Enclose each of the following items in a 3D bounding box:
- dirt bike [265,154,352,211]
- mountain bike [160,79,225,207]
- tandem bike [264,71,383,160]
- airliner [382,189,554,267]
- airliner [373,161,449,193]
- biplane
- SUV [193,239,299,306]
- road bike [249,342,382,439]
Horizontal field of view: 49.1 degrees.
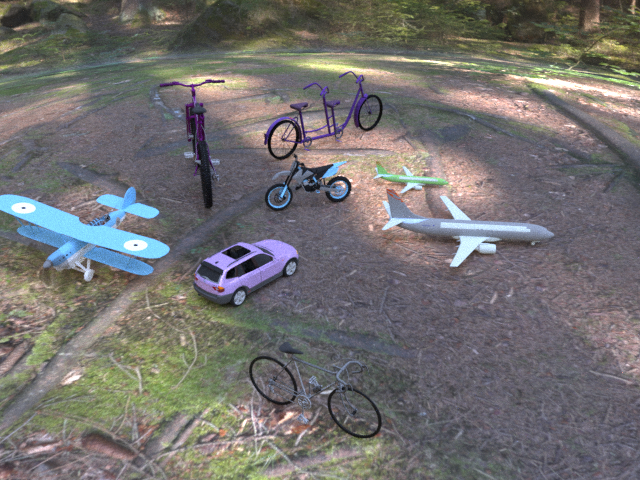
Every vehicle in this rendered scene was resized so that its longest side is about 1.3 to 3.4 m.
[{"bbox_3d":[-0.179,-0.936,11.390,1.493,0.857,0.527,-9,30,-17],"label":"dirt bike"},{"bbox_3d":[-2.075,-1.750,12.020,1.114,1.688,2.857,-7,29,-12],"label":"mountain bike"},{"bbox_3d":[0.146,-2.507,13.799,3.192,1.326,0.550,-24,36,-36],"label":"tandem bike"},{"bbox_3d":[2.183,-0.331,10.296,2.541,0.835,2.257,2,29,4],"label":"airliner"},{"bbox_3d":[1.595,-1.141,12.217,1.307,0.429,1.161,4,29,7],"label":"airliner"},{"bbox_3d":[-3.097,-0.094,9.707,2.598,0.981,2.120,9,30,17],"label":"biplane"},{"bbox_3d":[-0.961,0.331,9.341,0.656,0.580,1.572,22,36,35],"label":"SUV"},{"bbox_3d":[-0.078,1.460,6.974,1.545,0.852,0.358,16,32,26],"label":"road bike"}]
